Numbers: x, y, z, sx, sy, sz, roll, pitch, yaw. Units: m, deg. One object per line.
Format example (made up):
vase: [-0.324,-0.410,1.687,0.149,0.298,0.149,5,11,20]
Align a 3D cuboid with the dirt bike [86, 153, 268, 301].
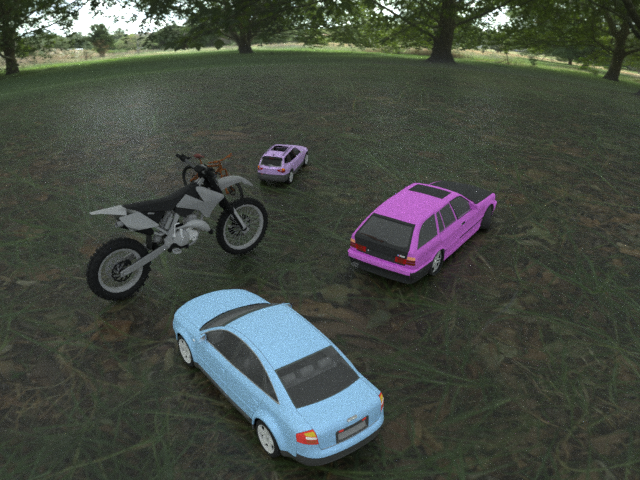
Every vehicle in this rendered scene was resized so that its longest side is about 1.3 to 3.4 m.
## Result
dirt bike: [-1.944,-0.240,9.834,2.903,1.666,1.024,-21,34,-35]

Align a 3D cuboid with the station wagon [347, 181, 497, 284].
station wagon: [1.708,-0.372,10.896,1.327,0.920,3.105,18,33,31]

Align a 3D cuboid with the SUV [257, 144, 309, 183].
SUV: [-0.708,-1.578,13.587,0.656,0.580,1.572,8,28,15]

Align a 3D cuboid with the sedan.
sedan: [-0.593,1.254,7.746,1.235,0.940,3.137,-19,33,-32]

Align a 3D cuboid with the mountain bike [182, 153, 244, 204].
mountain bike: [-1.921,-1.098,12.352,1.469,0.868,0.573,19,33,32]
